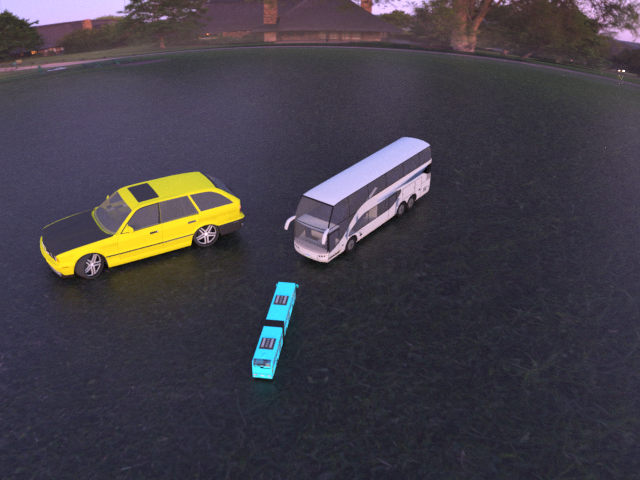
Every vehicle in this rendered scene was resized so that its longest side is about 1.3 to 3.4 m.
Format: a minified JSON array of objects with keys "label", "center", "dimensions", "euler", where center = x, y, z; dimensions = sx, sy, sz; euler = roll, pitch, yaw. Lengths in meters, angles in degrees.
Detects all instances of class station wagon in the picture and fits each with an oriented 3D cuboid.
[{"label":"station wagon","center":[-2.792,-0.335,10.996],"dimensions":[3.105,0.920,1.327],"euler":[-17,35,-26]}]

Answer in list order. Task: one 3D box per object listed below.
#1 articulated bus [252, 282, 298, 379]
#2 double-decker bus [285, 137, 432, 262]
[{"label":"articulated bus","center":[-0.576,1.133,9.136],"dimensions":[0.311,0.289,1.749],"euler":[4,31,7]},{"label":"double-decker bus","center":[0.752,-0.699,11.484],"dimensions":[0.756,1.052,3.251],"euler":[21,37,32]}]
